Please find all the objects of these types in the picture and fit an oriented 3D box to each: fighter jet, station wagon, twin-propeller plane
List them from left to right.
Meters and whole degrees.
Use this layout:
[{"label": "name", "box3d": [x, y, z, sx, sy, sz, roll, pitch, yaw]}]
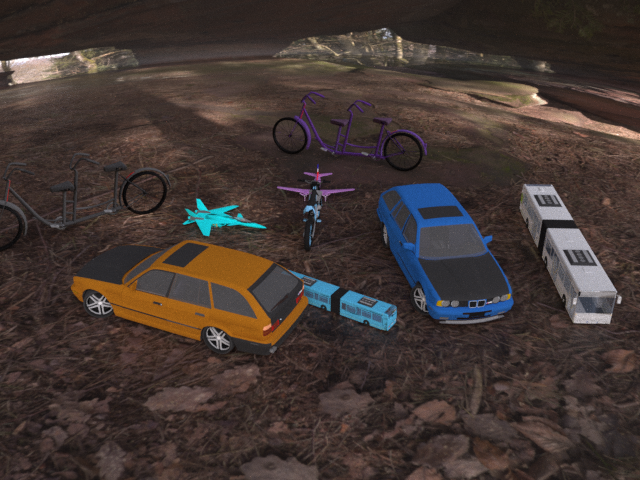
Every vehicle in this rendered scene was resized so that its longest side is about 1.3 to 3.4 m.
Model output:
[{"label": "station wagon", "box3d": [-1.744, 0.559, 9.016, 3.105, 0.920, 1.327, 12, 31, 21]}, {"label": "fighter jet", "box3d": [-1.504, -0.373, 11.407, 1.358, 0.286, 1.147, 9, 30, 16]}, {"label": "twin-propeller plane", "box3d": [-0.067, -0.983, 12.407, 1.370, 0.407, 1.095, 2, 28, 3]}, {"label": "station wagon", "box3d": [1.700, 0.035, 9.985, 1.327, 0.920, 3.105, -5, 29, -9]}]

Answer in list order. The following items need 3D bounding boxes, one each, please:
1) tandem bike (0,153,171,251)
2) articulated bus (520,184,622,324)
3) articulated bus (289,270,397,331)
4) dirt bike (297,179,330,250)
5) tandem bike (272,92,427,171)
[{"label": "tandem bike", "box3d": [-3.858, -0.724, 10.964, 3.192, 1.326, 0.550, -17, 33, -29]}, {"label": "articulated bus", "box3d": [3.540, 0.079, 10.281, 0.605, 0.561, 3.401, 1, 28, 2]}, {"label": "articulated bus", "box3d": [0.182, 0.779, 9.274, 1.749, 0.289, 0.311, 17, 33, 28]}, {"label": "dirt bike", "box3d": [-0.116, -0.489, 11.020, 0.527, 0.857, 1.493, 4, 29, 7]}, {"label": "tandem bike", "box3d": [0.518, -2.111, 13.528, 3.192, 1.326, 0.550, 11, 30, 19]}]
